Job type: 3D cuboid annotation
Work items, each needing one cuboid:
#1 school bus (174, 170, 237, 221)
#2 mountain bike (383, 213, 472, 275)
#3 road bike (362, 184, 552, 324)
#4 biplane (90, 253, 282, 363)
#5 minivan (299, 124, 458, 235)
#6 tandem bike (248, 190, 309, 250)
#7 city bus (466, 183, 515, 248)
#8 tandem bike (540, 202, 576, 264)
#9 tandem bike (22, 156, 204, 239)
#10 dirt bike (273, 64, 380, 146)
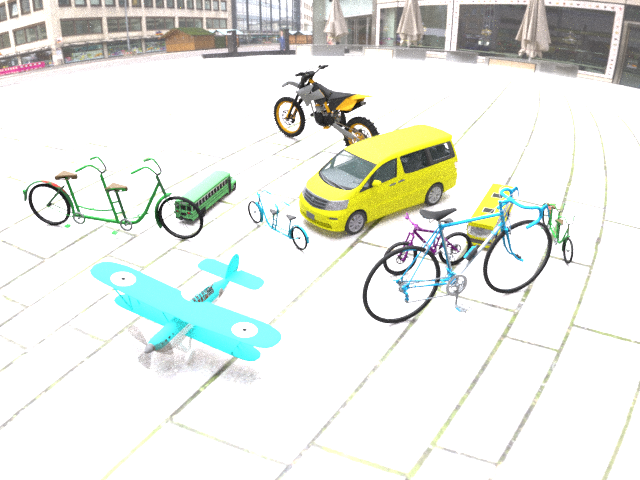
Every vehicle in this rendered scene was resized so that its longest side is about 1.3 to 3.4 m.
[{"bbox_3d":[-2.003,-0.836,12.519,0.365,0.434,1.708,10,30,18],"label":"school bus"},{"bbox_3d":[1.617,0.064,10.418,1.469,0.868,0.573,-9,30,-17],"label":"mountain bike"},{"bbox_3d":[1.921,0.201,9.345,3.004,1.656,0.697,-12,31,-20],"label":"road bike"},{"bbox_3d":[-1.524,0.860,8.842,2.598,0.981,2.120,12,31,21],"label":"biplane"},{"bbox_3d":[1.040,-1.113,12.229,3.011,1.197,1.324,-20,34,-32],"label":"minivan"},{"bbox_3d":[-0.706,-0.366,11.399,0.283,0.682,1.642,-22,36,-34],"label":"tandem bike"},{"bbox_3d":[2.871,-0.410,11.712,0.476,0.460,1.674,13,31,22],"label":"city bus"},{"bbox_3d":[3.805,-0.252,11.191,0.283,0.682,1.642,0,29,0],"label":"tandem bike"},{"bbox_3d":[-3.420,-0.720,11.376,3.192,1.326,0.550,6,29,11],"label":"tandem bike"},{"bbox_3d":[0.076,-2.718,14.678,2.903,1.666,1.024,22,36,34],"label":"dirt bike"}]
